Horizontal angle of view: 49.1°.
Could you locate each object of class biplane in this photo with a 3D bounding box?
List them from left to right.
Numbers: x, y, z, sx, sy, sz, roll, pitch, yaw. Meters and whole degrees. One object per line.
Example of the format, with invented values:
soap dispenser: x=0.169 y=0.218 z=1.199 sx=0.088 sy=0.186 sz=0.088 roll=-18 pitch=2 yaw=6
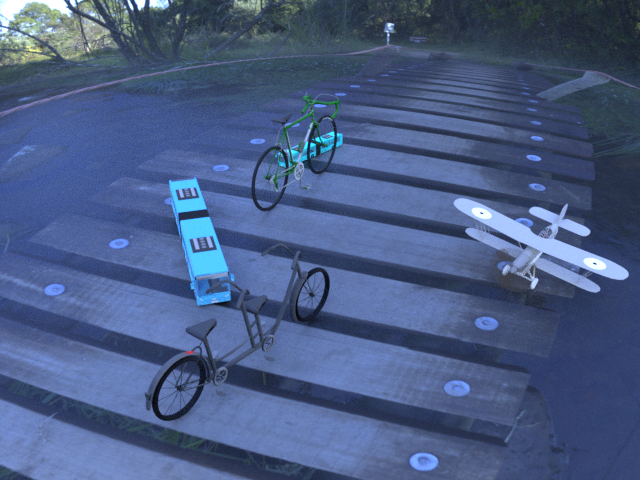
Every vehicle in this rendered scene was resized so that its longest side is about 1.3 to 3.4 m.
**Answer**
biplane: x=3.284 y=0.070 z=10.363 sx=2.598 sy=0.981 sz=2.120 roll=20 pitch=35 yaw=31

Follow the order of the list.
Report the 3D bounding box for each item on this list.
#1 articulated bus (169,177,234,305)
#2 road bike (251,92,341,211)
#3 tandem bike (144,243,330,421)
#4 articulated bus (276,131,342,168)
articulated bus: x=-1.953 y=-0.090 z=11.080 sx=0.605 sy=0.561 sz=3.401 roll=-8 pitch=30 yaw=-14
road bike: x=-0.405 y=-1.673 z=12.793 sx=0.697 sy=1.656 sz=3.004 roll=15 pitch=33 yaw=25
tandem bike: x=-0.860 y=0.964 z=8.409 sx=0.550 sy=1.326 sz=3.192 roll=21 pitch=35 yaw=32
articulated bus: x=-0.192 y=-1.896 z=14.593 sx=0.311 sy=0.289 sz=1.749 roll=24 pitch=37 yaw=36
